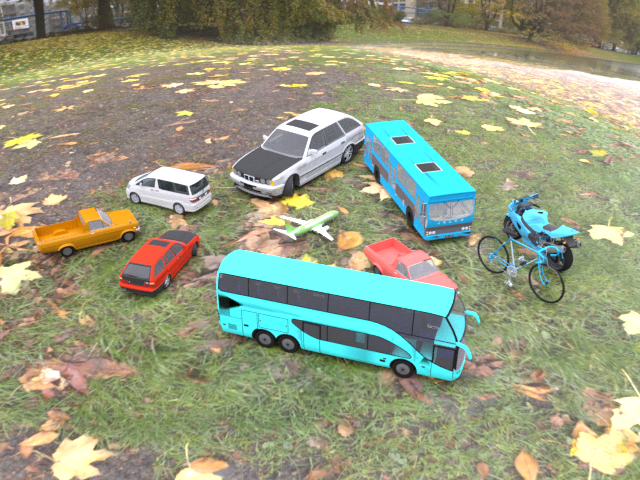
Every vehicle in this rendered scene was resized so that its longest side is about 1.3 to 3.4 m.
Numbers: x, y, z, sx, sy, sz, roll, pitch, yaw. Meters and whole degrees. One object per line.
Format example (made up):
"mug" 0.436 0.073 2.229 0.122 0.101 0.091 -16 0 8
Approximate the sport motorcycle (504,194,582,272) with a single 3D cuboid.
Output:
"sport motorcycle" 3.353 -0.138 10.732 0.506 0.821 1.520 -14 33 -22

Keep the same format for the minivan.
"minivan" -2.687 -0.928 12.285 1.548 0.616 0.681 14 33 22

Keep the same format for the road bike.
"road bike" 2.846 0.298 9.958 0.358 0.852 1.545 -21 36 -32

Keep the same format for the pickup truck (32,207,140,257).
"pickup truck" -3.702 -0.180 11.112 1.603 0.511 0.640 -15 34 -24

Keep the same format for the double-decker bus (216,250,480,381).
"double-decker bus" 0.296 0.924 8.691 3.251 1.052 0.756 10 32 16

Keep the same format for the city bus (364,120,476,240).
"city bus" 1.644 -1.112 12.324 0.926 0.894 3.255 -7 31 -13

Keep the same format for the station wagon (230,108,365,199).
"station wagon" -0.379 -1.764 13.412 1.327 0.920 3.105 20 36 30

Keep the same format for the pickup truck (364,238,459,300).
"pickup truck" 1.294 0.419 10.088 0.640 0.511 1.603 -17 34 -26

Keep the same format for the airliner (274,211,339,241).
"airliner" -0.129 -0.337 11.459 1.161 0.429 1.307 25 38 36

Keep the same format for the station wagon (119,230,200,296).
"station wagon" -2.357 0.230 10.448 0.682 0.473 1.597 9 31 15
